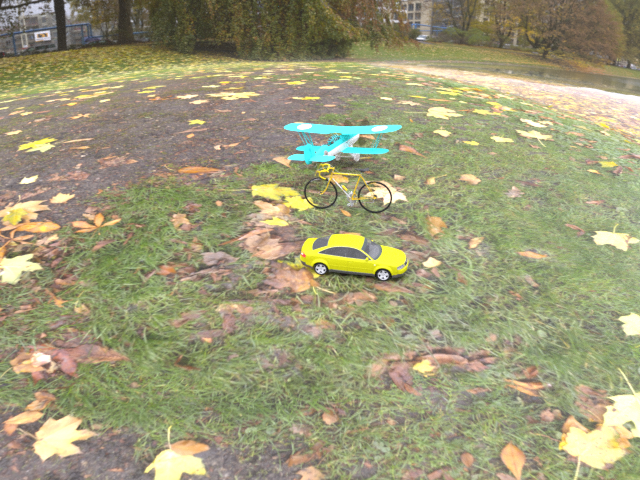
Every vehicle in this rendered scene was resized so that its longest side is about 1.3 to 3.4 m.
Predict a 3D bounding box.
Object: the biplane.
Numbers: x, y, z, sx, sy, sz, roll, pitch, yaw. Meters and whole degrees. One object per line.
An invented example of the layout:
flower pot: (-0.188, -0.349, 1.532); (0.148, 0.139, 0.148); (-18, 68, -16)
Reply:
biplane: (0.239, -1.865, 13.788); (2.598, 0.981, 2.120); (16, 32, 27)

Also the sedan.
sedan: (0.509, 0.211, 10.389); (1.613, 0.483, 0.635); (5, 28, 10)

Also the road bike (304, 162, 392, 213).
road bike: (0.480, -0.888, 12.076); (1.545, 0.852, 0.358); (5, 28, 9)
